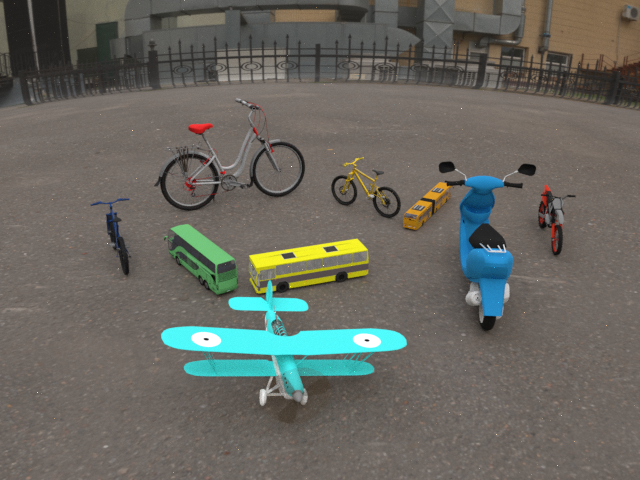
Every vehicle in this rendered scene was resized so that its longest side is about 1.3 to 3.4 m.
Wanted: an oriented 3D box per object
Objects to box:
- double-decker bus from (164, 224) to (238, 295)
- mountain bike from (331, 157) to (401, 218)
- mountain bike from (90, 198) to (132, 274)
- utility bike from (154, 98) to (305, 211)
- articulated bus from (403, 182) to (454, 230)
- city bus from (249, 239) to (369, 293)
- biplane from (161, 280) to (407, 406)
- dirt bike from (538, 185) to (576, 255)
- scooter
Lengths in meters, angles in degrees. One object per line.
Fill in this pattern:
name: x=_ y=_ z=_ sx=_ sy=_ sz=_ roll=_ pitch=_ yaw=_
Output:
double-decker bus: x=-1.746 y=0.245 z=10.195 sx=0.389 sy=0.541 sz=1.672 roll=-17 pitch=30 yaw=-32
mountain bike: x=0.792 y=-0.912 z=12.246 sx=1.469 sy=0.868 sz=0.573 roll=19 pitch=31 yaw=34
mountain bike: x=-3.058 y=-0.093 z=10.524 sx=0.573 sy=0.868 sz=1.469 roll=-11 pitch=28 yaw=-22
utility bike: x=-1.610 y=-1.549 z=12.455 sx=2.791 sy=1.839 sz=1.039 roll=-10 pitch=27 yaw=-20
articulated bus: x=1.912 y=-0.614 z=12.294 sx=0.311 sy=0.289 sz=1.749 roll=13 pitch=29 yaw=26
city bus: x=-0.154 y=0.383 z=9.999 sx=1.674 sy=0.460 sz=0.476 roll=-9 pitch=27 yaw=-18
biplane: x=-0.396 y=1.155 z=7.771 sx=2.598 sy=0.981 sz=2.120 roll=-6 pitch=26 yaw=-11
dirt bike: x=3.703 y=-0.389 z=11.160 sx=0.527 sy=0.857 sz=1.493 roll=2 pitch=26 yaw=5
scooter: x=2.208 y=-0.090 z=9.449 sx=1.288 sy=1.786 sz=2.721 roll=2 pitch=26 yaw=5
